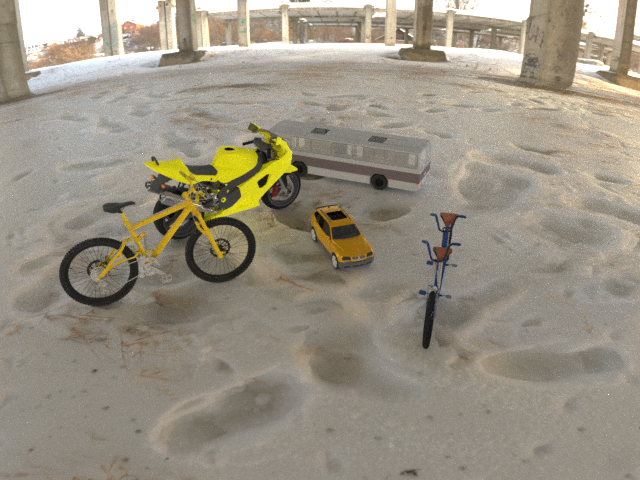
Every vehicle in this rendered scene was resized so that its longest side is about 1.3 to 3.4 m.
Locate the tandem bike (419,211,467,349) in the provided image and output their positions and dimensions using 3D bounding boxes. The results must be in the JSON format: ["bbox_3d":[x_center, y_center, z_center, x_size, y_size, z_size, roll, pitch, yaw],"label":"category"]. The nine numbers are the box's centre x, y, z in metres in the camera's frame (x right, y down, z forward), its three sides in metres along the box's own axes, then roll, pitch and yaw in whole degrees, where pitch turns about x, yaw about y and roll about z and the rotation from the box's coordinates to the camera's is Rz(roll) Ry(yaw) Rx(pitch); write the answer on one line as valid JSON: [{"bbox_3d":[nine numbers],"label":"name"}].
[{"bbox_3d":[1.754,0.259,10.098,0.550,1.326,3.192,7,29,13],"label":"tandem bike"}]

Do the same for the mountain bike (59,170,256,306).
[{"bbox_3d":[-2.313,0.046,10.110,2.857,1.688,1.114,-10,30,-19],"label":"mountain bike"}]

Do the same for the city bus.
[{"bbox_3d":[0.555,-1.697,14.158,3.255,0.894,0.926,11,30,20],"label":"city bus"}]

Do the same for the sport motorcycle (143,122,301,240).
[{"bbox_3d":[-1.591,-1.010,12.154,2.955,1.596,0.983,-18,33,-30],"label":"sport motorcycle"}]

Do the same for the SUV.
[{"bbox_3d":[0.337,-0.082,11.508,0.656,0.580,1.572,-10,30,-18],"label":"SUV"}]
